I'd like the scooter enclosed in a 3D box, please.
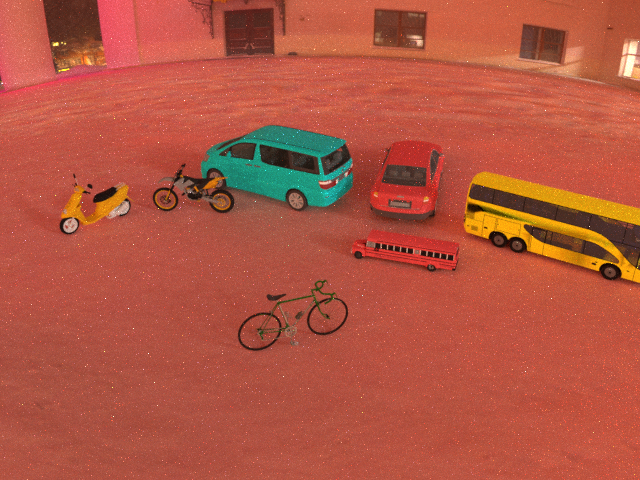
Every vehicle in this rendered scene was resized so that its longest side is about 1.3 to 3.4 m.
[{"bbox_3d":[-3.904,-0.687,12.151,1.399,0.919,0.662,-25,38,-37],"label":"scooter"}]

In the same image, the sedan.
[{"bbox_3d":[1.710,-1.330,13.270,1.235,0.940,3.137,6,30,11],"label":"sedan"}]

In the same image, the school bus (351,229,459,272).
[{"bbox_3d":[1.339,0.154,11.154,1.708,0.434,0.365,9,31,16],"label":"school bus"}]

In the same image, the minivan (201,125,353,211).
[{"bbox_3d":[-0.881,-1.494,13.298,3.011,1.197,1.324,16,33,26],"label":"minivan"}]

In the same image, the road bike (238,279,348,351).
[{"bbox_3d":[-0.339,1.004,9.223,1.545,0.852,0.358,-11,31,-18],"label":"road bike"}]

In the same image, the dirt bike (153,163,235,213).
[{"bbox_3d":[-2.288,-0.883,12.561,1.493,0.857,0.527,2,29,3],"label":"dirt bike"}]

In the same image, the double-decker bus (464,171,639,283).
[{"bbox_3d":[3.917,-0.205,11.163,3.251,1.052,0.756,18,34,29],"label":"double-decker bus"}]
